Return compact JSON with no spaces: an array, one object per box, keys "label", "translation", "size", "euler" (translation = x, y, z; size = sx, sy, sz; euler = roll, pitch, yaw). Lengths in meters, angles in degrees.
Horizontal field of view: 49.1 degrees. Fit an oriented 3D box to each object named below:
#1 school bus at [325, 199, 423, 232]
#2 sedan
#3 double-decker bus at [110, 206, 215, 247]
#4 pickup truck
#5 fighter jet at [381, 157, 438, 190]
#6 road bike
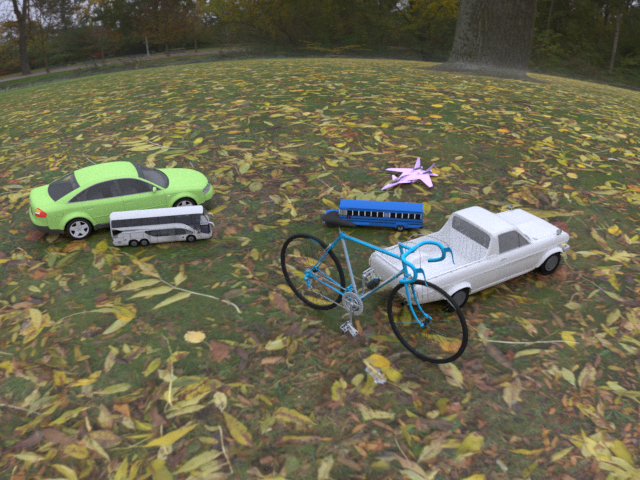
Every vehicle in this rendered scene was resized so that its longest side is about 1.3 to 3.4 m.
[{"label":"school bus","translation":[0.910,-0.435,12.024],"size":[1.708,0.434,0.365],"euler":[4,29,6]},{"label":"sedan","translation":[-3.437,-0.842,12.237],"size":[3.137,0.940,1.235],"euler":[-13,31,-22]},{"label":"double-decker bus","translation":[-2.588,-0.235,11.554],"size":[1.672,0.541,0.389],"euler":[-5,29,-9]},{"label":"pickup truck","translation":[2.275,0.139,10.413],"size":[3.117,0.993,1.244],"euler":[-17,33,-27]},{"label":"fighter jet","translation":[1.662,-1.253,13.652],"size":[1.358,0.286,1.147],"euler":[-24,37,-36]},{"label":"road bike","translation":[0.600,0.514,9.053],"size":[3.004,1.656,0.697],"euler":[22,36,34]}]
